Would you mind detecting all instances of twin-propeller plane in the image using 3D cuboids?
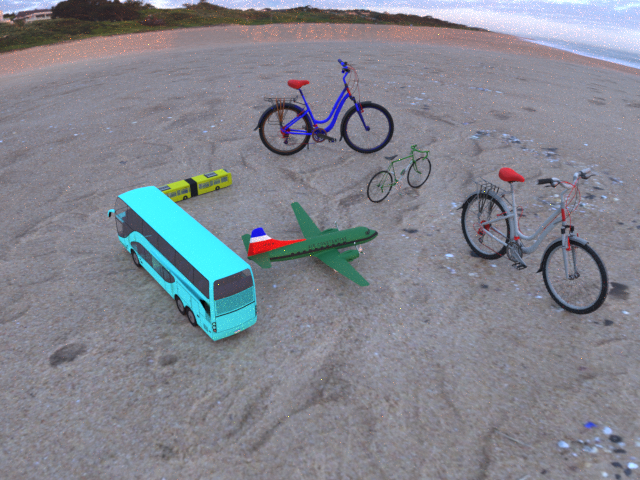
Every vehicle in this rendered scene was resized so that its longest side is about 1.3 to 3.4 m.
[{"bbox_3d":[-0.073,-0.010,10.446,2.129,0.792,2.663,-12,33,-20],"label":"twin-propeller plane"}]

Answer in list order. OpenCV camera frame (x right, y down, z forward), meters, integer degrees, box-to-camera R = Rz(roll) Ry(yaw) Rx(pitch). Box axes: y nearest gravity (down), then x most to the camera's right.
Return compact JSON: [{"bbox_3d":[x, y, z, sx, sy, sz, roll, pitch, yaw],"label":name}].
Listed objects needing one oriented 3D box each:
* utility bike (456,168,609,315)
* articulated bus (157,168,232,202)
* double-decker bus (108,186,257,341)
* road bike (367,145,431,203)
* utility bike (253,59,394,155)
[{"bbox_3d":[3.010,-0.254,9.831,1.039,1.839,2.791,-18,35,-28],"label":"utility bike"},{"bbox_3d":[-2.387,-0.908,12.452,1.749,0.289,0.311,-20,36,-31],"label":"articulated bus"},{"bbox_3d":[-2.000,0.195,9.845,0.756,1.052,3.251,-21,36,-31],"label":"double-decker bus"},{"bbox_3d":[1.421,-1.182,12.363,1.545,0.852,0.358,-21,37,-32],"label":"road bike"},{"bbox_3d":[0.074,-2.586,13.762,2.791,1.839,1.039,-1,31,-2],"label":"utility bike"}]
